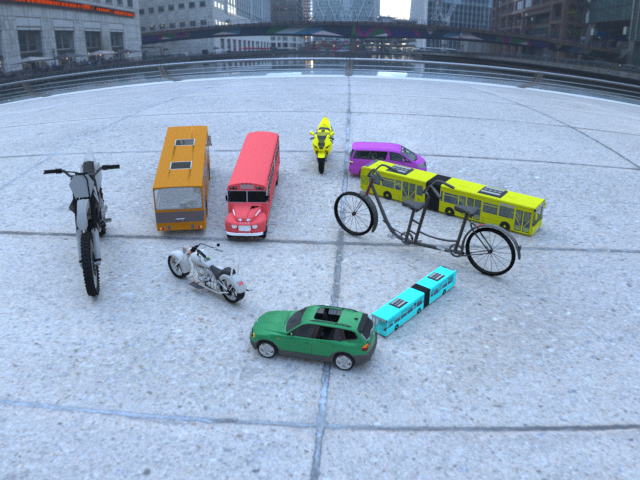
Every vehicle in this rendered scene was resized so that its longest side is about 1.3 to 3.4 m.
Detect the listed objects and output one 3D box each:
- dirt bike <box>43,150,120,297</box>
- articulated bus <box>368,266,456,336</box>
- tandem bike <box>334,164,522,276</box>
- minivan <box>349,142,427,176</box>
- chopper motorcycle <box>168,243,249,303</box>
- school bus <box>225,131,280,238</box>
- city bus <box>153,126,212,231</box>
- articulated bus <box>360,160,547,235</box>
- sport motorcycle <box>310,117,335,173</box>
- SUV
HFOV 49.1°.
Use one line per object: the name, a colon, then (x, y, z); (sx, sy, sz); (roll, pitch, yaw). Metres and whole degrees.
dirt bike: (-3.419, -0.429, 10.477); (1.024, 1.666, 2.903); (-6, 27, -12)
articulated bus: (1.301, 0.806, 9.560); (0.311, 0.289, 1.749); (21, 34, 35)
tandem bike: (1.552, -0.359, 10.717); (3.192, 1.326, 0.550); (17, 31, 30)
minivan: (1.353, -1.587, 13.935); (1.548, 0.616, 0.681); (3, 27, 6)
chopper motorcycle: (-1.631, 0.371, 9.897); (1.563, 0.761, 0.466); (21, 34, 36)
school bus: (-1.176, -1.051, 12.621); (0.709, 0.844, 3.322); (1, 27, 1)
city bus: (-2.463, -1.166, 12.793); (0.926, 0.894, 3.255); (-3, 27, -6)
articulated bus: (2.273, -0.796, 12.429); (3.401, 0.561, 0.605); (18, 32, 31)
sport motorcycle: (0.067, -1.977, 14.480); (0.506, 0.821, 1.520); (2, 27, 3)
SUV: (-0.079, 1.122, 8.611); (1.572, 0.580, 0.656); (7, 28, 13)
